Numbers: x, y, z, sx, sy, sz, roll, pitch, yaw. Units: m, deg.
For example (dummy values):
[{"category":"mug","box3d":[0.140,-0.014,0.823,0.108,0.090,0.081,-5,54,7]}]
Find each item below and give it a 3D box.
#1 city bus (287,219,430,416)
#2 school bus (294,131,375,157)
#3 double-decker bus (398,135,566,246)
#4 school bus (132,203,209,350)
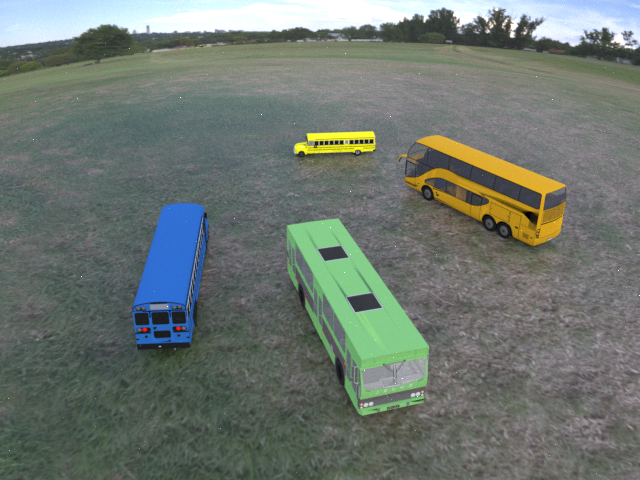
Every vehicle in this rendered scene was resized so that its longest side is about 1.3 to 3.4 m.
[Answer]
[{"category":"city bus","box3d":[0.352,0.857,9.035,0.926,0.894,3.255,-8,30,-15]},{"category":"school bus","box3d":[0.302,-2.024,14.737,1.708,0.434,0.365,-3,29,-5]},{"category":"double-decker bus","box3d":[2.719,-0.952,12.153,0.756,1.052,3.251,-20,34,-31]},{"category":"school bus","box3d":[-2.051,0.332,10.039,0.709,0.844,3.322,-2,29,-3]}]
